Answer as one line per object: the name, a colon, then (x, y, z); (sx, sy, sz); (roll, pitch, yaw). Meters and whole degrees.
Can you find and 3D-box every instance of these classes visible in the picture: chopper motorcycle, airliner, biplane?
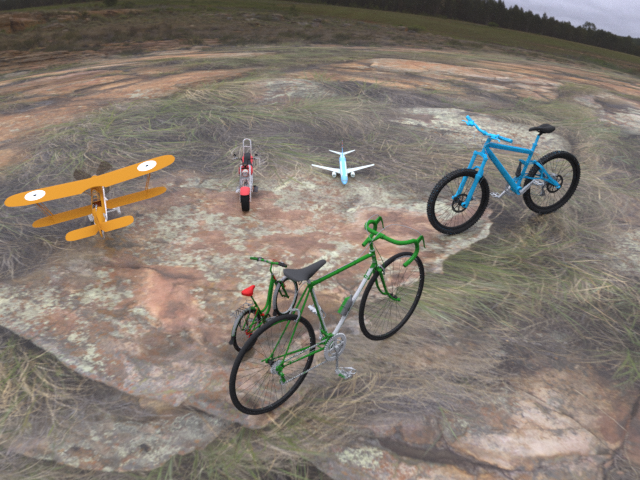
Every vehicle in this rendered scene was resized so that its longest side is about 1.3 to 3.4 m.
chopper motorcycle: (-1.265, -1.127, 11.993); (0.466, 0.761, 1.563); (-1, 29, -3)
airliner: (0.429, -1.410, 12.834); (1.161, 0.429, 1.307); (0, 29, -1)
biplane: (-3.444, -0.536, 10.719); (2.598, 0.981, 2.120); (-9, 31, -15)

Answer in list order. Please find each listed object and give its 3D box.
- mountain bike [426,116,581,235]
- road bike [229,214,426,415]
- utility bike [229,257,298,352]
mountain bike: (2.926, -1.016, 10.851); (2.857, 1.688, 1.114); (-12, 31, -20)
road bike: (0.199, 0.773, 7.703); (3.004, 1.656, 0.697); (-25, 38, -37)
utility bike: (-0.713, 0.717, 8.527); (0.535, 0.946, 1.435); (16, 33, 27)
